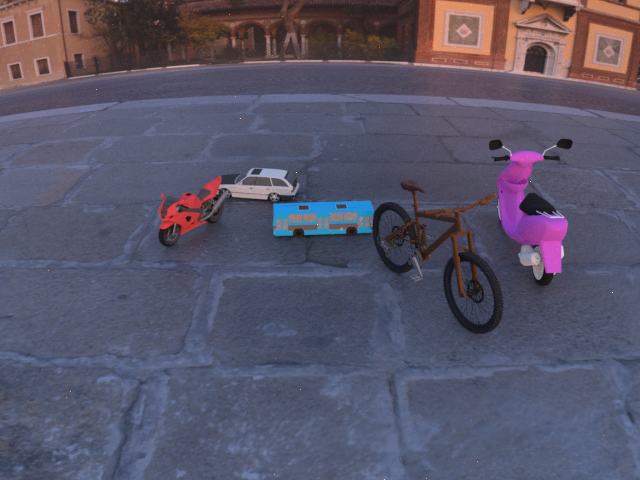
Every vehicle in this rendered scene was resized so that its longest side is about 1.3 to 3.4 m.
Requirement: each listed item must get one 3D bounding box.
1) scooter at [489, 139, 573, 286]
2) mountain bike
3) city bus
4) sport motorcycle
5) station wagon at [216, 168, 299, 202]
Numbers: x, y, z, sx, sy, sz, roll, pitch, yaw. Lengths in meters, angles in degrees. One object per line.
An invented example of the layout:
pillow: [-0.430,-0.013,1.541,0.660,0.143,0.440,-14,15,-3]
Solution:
scooter: [3.213,-0.588,10.753,1.288,1.786,2.721,-1,28,-2]
mountain bike: [1.534,0.063,9.620,1.114,1.688,2.857,-14,31,-25]
city bus: [0.050,-0.344,11.713,1.674,0.460,0.476,-2,28,-4]
sport motorcycle: [-2.126,-0.487,11.597,0.506,0.821,1.520,17,32,29]
station wagon: [-1.207,-1.066,13.073,1.597,0.473,0.682,4,28,8]
